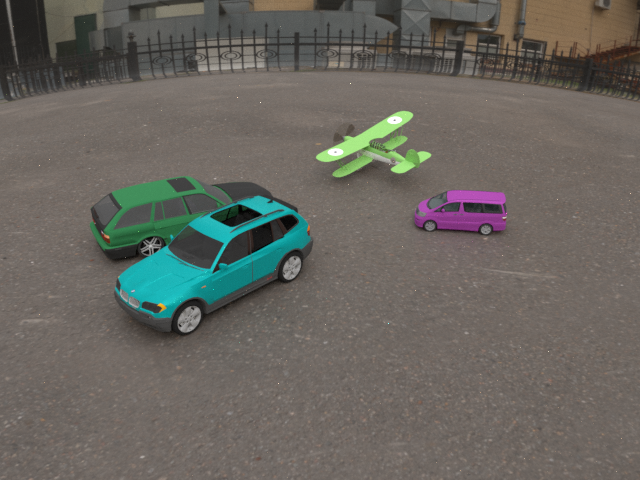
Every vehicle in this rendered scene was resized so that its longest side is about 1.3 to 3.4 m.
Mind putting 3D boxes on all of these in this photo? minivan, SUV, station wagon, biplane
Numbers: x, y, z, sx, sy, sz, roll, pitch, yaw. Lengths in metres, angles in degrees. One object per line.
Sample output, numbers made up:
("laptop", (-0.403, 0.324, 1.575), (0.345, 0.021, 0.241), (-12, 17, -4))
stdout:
("minivan", (2.417, -0.509, 12.046), (1.548, 0.616, 0.681), (4, 28, 7))
("SUV", (-1.461, 0.236, 10.075), (1.276, 1.128, 3.058), (24, 36, 38))
("station wagon", (-2.227, -0.533, 11.763), (3.105, 0.920, 1.327), (-14, 31, -25))
("biplane", (1.152, -1.751, 14.016), (2.598, 0.981, 2.120), (-24, 36, -37))
